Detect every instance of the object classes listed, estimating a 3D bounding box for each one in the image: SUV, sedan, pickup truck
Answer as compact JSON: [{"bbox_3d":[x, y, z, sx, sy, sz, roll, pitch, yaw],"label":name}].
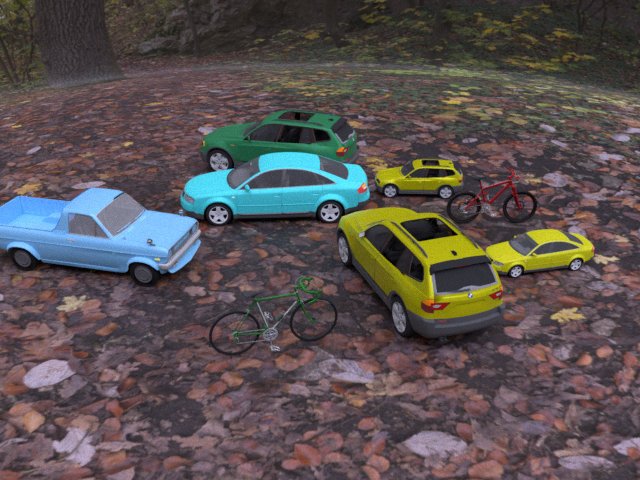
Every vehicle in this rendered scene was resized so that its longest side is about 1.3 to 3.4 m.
[{"bbox_3d":[-0.780,-1.871,13.331,3.058,1.128,1.276,8,28,16],"label":"SUV"},{"bbox_3d":[-0.744,-0.915,11.633,3.137,0.940,1.235,-2,27,-3],"label":"sedan"},{"bbox_3d":[1.760,-1.121,12.445,1.572,0.580,0.656,1,27,3],"label":"SUV"},{"bbox_3d":[-3.333,-0.171,10.087,3.117,0.993,1.244,6,27,13],"label":"pickup truck"},{"bbox_3d":[3.122,0.145,10.025,1.613,0.483,0.635,-6,27,-12],"label":"sedan"},{"bbox_3d":[1.223,0.183,9.230,1.276,1.128,3.058,-9,28,-17],"label":"SUV"}]

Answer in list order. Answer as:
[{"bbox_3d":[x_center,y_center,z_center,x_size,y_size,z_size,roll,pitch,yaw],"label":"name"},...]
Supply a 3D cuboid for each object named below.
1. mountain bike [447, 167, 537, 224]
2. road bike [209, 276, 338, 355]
[{"bbox_3d":[2.774,-0.668,11.220,1.469,0.868,0.573,-1,27,-2],"label":"mountain bike"},{"bbox_3d":[-0.525,0.895,8.117,1.545,0.852,0.358,-8,28,-16],"label":"road bike"}]
